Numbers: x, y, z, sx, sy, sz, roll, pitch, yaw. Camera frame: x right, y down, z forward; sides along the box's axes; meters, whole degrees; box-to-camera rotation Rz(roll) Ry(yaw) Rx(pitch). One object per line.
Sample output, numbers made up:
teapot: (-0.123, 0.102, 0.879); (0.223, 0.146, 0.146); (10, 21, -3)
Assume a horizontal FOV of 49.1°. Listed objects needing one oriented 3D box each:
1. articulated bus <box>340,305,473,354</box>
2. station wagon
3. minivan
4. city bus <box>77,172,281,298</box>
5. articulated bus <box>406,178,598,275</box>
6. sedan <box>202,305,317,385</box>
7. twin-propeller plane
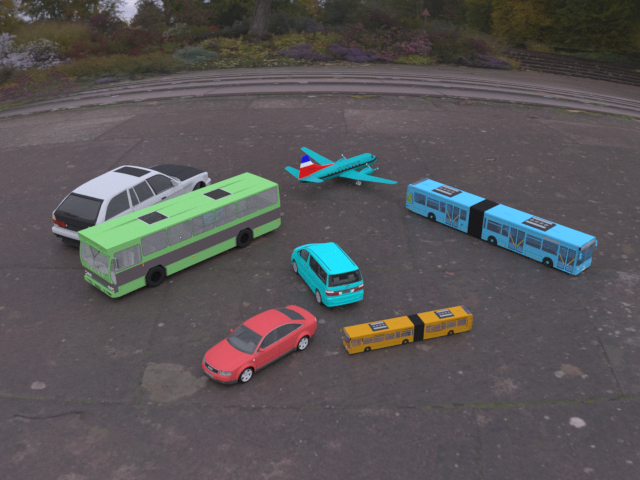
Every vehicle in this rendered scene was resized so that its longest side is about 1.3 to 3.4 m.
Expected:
articulated bus: (1.139, 1.155, 9.077); (1.749, 0.289, 0.311); (-8, 28, -16)
station wagon: (-3.181, -0.801, 12.237); (1.327, 0.920, 3.105); (13, 30, 24)
minivan: (0.077, 0.392, 10.220); (0.681, 0.616, 1.548); (-10, 29, -20)
city bus: (-2.066, -0.128, 10.938); (0.926, 0.894, 3.255); (23, 35, 38)
articulated bus: (2.879, -0.289, 11.624); (0.605, 0.561, 3.401); (-23, 35, -38)
sedan: (-0.737, 1.236, 8.702); (1.613, 0.483, 0.635); (-24, 36, -39)
twin-propeller plane: (0.382, -1.495, 13.748); (2.129, 0.792, 2.663); (-22, 34, -37)
